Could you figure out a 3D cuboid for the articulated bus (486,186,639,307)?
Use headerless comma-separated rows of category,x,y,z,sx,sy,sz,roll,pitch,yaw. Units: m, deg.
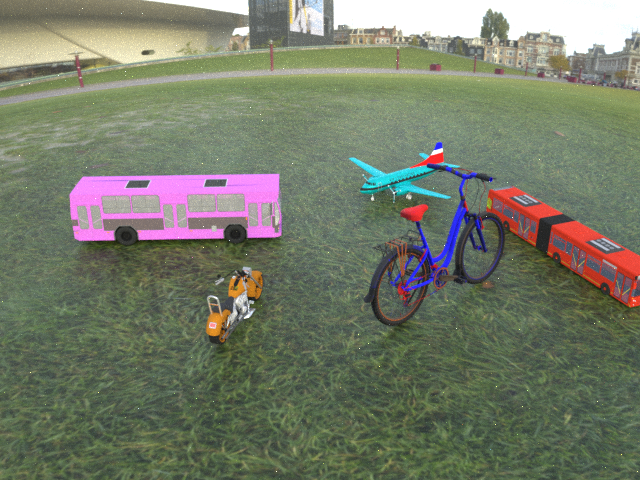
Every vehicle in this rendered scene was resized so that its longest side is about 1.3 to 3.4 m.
articulated bus,3.712,-0.009,10.660,0.605,0.561,3.401,-10,27,-20

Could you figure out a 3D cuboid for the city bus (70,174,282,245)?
city bus,-2.252,-0.493,11.284,3.255,0.894,0.926,-1,26,-2

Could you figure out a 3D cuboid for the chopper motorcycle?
chopper motorcycle,-1.059,0.706,8.935,0.466,0.761,1.563,7,26,15

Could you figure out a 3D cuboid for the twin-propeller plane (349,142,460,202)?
twin-propeller plane,1.565,-1.277,13.041,2.129,0.792,2.663,-18,31,-33

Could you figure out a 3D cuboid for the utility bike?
utility bike,1.534,-0.022,9.207,2.791,1.839,1.039,-20,32,-36
